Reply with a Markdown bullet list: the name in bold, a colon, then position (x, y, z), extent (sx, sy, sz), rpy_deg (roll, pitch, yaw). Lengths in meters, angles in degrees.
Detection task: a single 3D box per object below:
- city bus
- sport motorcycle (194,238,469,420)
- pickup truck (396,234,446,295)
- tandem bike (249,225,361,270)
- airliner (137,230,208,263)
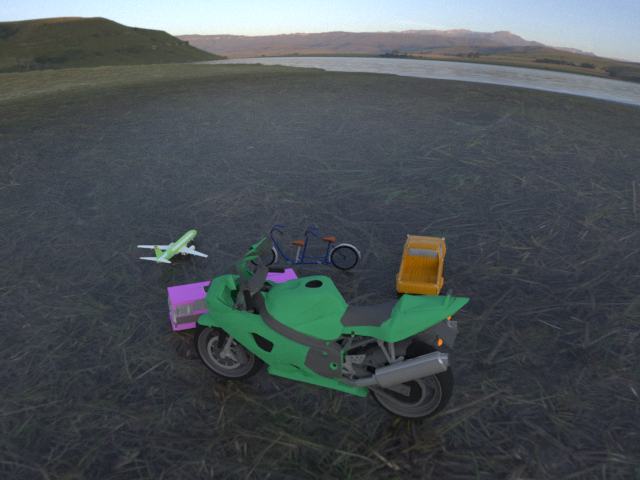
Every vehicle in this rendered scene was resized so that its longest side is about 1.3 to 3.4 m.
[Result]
- **city bus**: position (-1.090, 0.776, 9.026), extent (1.674, 0.460, 0.476), rpy_deg (-8, 27, -16)
- **sport motorcycle**: position (-0.001, 0.984, 7.291), extent (2.955, 1.596, 0.983), rpy_deg (8, 27, 16)
- **pickup truck**: position (1.449, 0.312, 9.926), extent (0.640, 0.511, 1.603), rpy_deg (5, 26, 11)
- **tandem bike**: position (-0.230, 0.119, 10.129), extent (1.642, 0.682, 0.283), rpy_deg (2, 26, 3)
- **airliner**: position (-2.182, 0.022, 10.619), extent (1.161, 0.429, 1.307), rpy_deg (8, 27, 15)
